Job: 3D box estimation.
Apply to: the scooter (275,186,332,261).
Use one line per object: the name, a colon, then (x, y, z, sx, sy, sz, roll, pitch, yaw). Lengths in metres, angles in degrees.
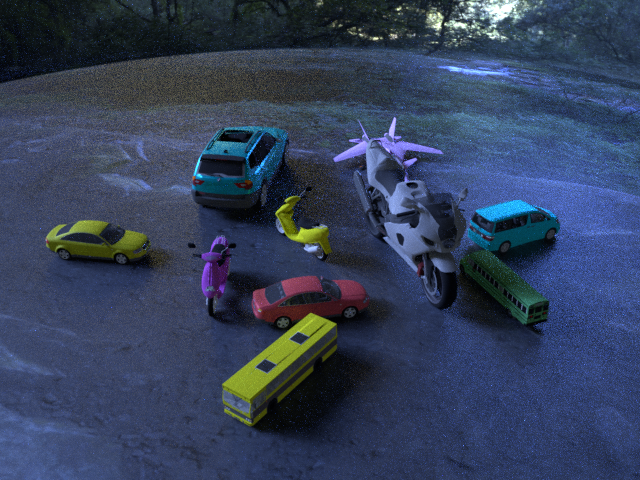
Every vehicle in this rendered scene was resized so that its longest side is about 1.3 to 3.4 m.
scooter: (-0.291, -0.286, 10.920, 0.662, 0.919, 1.399, -21, 36, -32)

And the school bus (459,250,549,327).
school bus: (2.538, 0.604, 9.859, 0.365, 0.434, 1.708, -11, 32, -19)

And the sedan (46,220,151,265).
sedan: (-3.440, -0.008, 10.874, 1.613, 0.483, 0.635, 4, 30, 8)

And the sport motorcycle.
sport motorcycle: (1.285, -0.297, 10.260, 0.983, 1.596, 2.955, -9, 31, -16)

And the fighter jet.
fighter jet: (1.410, -1.689, 13.722, 2.229, 0.557, 2.640, -5, 30, -9)

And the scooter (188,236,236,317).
scooter: (-1.457, 0.359, 9.799, 0.662, 0.919, 1.399, 0, 30, 1)

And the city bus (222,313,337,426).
city bus: (-0.434, 1.504, 8.268, 0.476, 0.460, 1.674, 20, 35, 30)

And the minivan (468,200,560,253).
minivan: (3.145, -0.280, 11.214, 1.548, 0.616, 0.681, -14, 33, -23)

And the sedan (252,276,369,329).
sedan: (-0.121, 0.776, 9.510, 1.613, 0.483, 0.635, -7, 31, -12)

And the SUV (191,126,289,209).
SUV: (-1.412, -1.544, 12.898, 1.276, 1.128, 3.058, 5, 30, 9)
